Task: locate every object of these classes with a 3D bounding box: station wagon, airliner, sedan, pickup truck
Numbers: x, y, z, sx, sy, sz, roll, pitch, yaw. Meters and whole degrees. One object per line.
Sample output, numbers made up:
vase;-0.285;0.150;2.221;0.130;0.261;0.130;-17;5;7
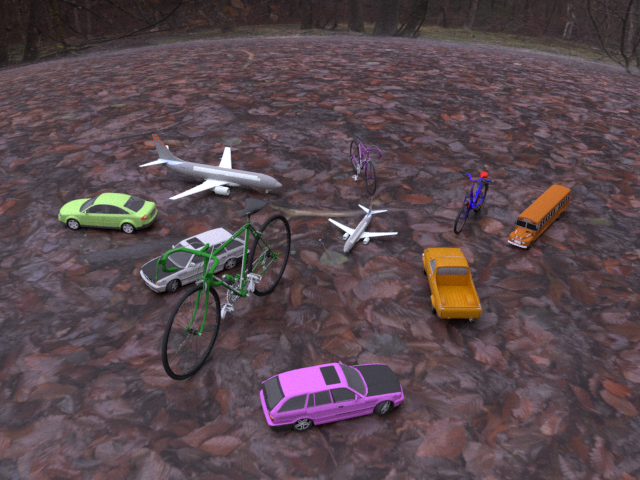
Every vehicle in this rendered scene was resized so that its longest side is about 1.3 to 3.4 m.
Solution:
station wagon;0.146;1.682;7.847;1.597;0.473;0.682;-8;32;-13
station wagon;-1.827;0.250;10.211;1.597;0.473;0.682;-22;38;-32
airliner;0.625;-0.233;11.051;1.161;0.429;1.307;12;33;19
sedan;-3.474;-0.486;11.417;1.613;0.483;0.635;4;31;7
pickup truck;1.810;0.545;9.688;0.640;0.511;1.603;0;31;0
airliner;-1.870;-1.354;12.511;2.541;0.835;2.257;10;33;16

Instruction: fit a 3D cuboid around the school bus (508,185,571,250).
school bus;3.549;-0.381;11.292;0.365;0.434;1.708;22;37;32

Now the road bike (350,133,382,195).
road bike;0.771;-1.436;12.630;0.358;0.852;1.545;-7;32;-12

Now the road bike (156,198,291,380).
road bike;-1.084;0.432;8.769;0.696;1.656;3.004;14;34;22

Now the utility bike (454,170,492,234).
utility bike;2.533;-0.701;11.326;0.535;0.946;1.435;18;35;27
